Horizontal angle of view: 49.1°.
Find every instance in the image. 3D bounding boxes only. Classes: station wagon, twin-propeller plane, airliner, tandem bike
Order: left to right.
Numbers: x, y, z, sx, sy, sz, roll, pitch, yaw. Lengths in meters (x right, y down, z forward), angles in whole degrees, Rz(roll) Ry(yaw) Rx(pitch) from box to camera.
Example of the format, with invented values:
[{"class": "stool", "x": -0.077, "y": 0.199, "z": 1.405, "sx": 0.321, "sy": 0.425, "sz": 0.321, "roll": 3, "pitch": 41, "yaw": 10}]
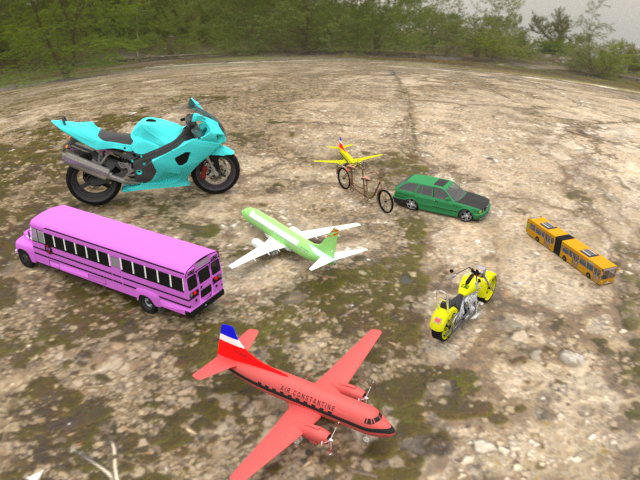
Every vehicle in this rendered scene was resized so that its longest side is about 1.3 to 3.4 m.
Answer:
[{"class": "airliner", "x": -0.483, "y": -0.208, "z": 10.198, "sx": 2.257, "sy": 0.835, "sz": 2.541, "roll": -19, "pitch": 33, "yaw": -32}, {"class": "twin-propeller plane", "x": -0.198, "y": 1.445, "z": 7.020, "sx": 2.129, "sy": 0.792, "sz": 2.663, "roll": 16, "pitch": 31, "yaw": 28}, {"class": "twin-propeller plane", "x": 0.522, "y": -1.645, "z": 13.473, "sx": 1.370, "sy": 0.407, "sz": 1.095, "roll": -7, "pitch": 28, "yaw": -13}, {"class": "tandem bike", "x": 0.745, "y": -0.993, "z": 11.899, "sx": 0.283, "sy": 0.682, "sz": 1.642, "roll": -16, "pitch": 31, "yaw": -29}, {"class": "station wagon", "x": 2.031, "y": -0.732, "z": 11.617, "sx": 1.597, "sy": 0.473, "sz": 0.682, "roll": 15, "pitch": 31, "yaw": 26}]

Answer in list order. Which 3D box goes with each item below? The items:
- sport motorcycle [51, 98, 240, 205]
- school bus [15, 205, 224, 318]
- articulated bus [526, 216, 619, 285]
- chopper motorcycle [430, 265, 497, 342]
[{"class": "sport motorcycle", "x": -2.835, "y": -1.429, "z": 11.747, "sx": 2.955, "sy": 1.596, "sz": 0.983, "roll": -6, "pitch": 28, "yaw": -12}, {"class": "school bus", "x": -2.818, "y": 0.210, "z": 9.373, "sx": 3.322, "sy": 0.844, "sz": 0.709, "roll": 15, "pitch": 31, "yaw": 27}, {"class": "articulated bus", "x": 3.607, "y": 0.121, "z": 10.155, "sx": 0.311, "sy": 0.289, "sz": 1.749, "roll": -9, "pitch": 29, "yaw": -18}, {"class": "chopper motorcycle", "x": 1.802, "y": 0.659, "z": 8.586, "sx": 0.466, "sy": 0.761, "sz": 1.563, "roll": 19, "pitch": 33, "yaw": 32}]
